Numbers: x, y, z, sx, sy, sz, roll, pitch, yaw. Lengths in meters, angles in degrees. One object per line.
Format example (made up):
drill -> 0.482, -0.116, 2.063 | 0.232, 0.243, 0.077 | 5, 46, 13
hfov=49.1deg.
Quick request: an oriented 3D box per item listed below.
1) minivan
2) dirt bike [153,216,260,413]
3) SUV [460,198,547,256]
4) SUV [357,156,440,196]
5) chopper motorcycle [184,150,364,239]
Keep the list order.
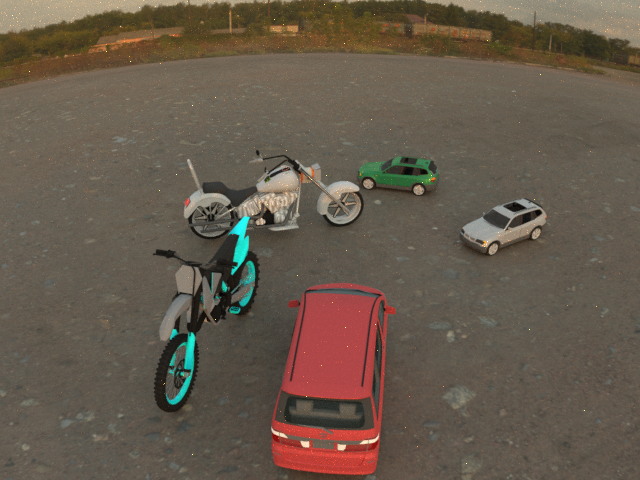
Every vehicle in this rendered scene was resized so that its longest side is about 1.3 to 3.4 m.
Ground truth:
minivan -> 0.200, 1.311, 8.218 | 1.324, 1.197, 3.011 | 3, 30, 6
dirt bike -> -1.344, 0.746, 8.735 | 1.024, 1.666, 2.903 | 9, 31, 15
SUV -> 3.051, -0.258, 11.591 | 1.572, 0.580, 0.656 | -17, 34, -27
SUV -> 1.497, -1.286, 13.394 | 1.572, 0.580, 0.656 | 8, 31, 14
chopper motorcycle -> -0.740, -0.781, 11.600 | 3.040, 1.480, 0.906 | -8, 31, -13
